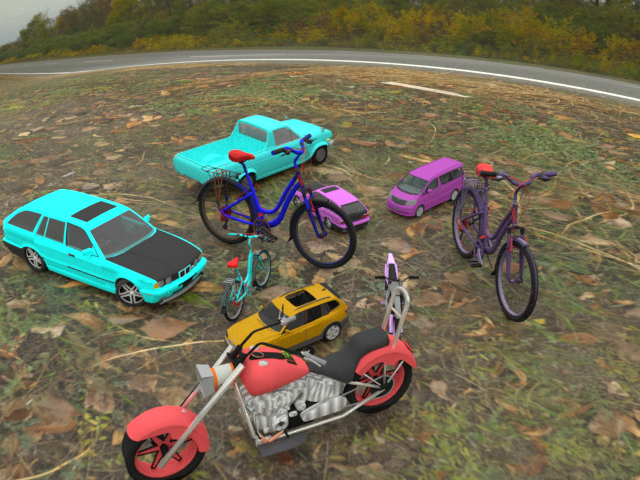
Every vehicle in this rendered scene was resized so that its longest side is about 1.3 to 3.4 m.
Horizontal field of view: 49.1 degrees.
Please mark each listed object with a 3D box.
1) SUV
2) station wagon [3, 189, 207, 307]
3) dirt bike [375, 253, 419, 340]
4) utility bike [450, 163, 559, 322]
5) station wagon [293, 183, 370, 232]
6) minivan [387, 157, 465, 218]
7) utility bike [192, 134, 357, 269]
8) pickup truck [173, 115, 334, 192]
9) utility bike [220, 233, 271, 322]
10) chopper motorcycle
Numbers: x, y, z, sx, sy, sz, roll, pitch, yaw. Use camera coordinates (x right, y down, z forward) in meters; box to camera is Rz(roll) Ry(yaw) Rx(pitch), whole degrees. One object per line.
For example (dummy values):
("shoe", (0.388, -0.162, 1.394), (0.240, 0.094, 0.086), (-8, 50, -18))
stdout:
("SUV", (-0.391, 0.991, 8.480), (1.572, 0.580, 0.656), (-18, 33, -30))
("station wagon", (-3.090, 0.006, 9.936), (3.105, 0.920, 1.327), (16, 32, 26))
("dirt bike", (0.918, 0.725, 8.679), (0.527, 0.857, 1.493), (0, 29, 1))
("utility bike", (2.417, -0.245, 9.437), (1.039, 1.839, 2.791), (-5, 29, -9))
("station wagon", (0.145, -0.640, 11.594), (0.682, 0.473, 1.597), (-17, 33, -29))
("minivan", (1.817, -0.908, 11.938), (1.548, 0.616, 0.681), (-24, 37, -37))
("utility bike", (-0.680, -0.657, 10.195), (2.791, 1.839, 1.039), (14, 31, 24))
("pickup truck", (-1.170, -1.717, 13.033), (1.244, 0.993, 3.117), (25, 37, 38))
("utility bike", (-1.009, 0.409, 9.168), (0.535, 0.946, 1.435), (10, 30, 18))
("chopper motorcycle", (-0.415, 1.391, 6.800), (3.040, 1.480, 0.906), (-12, 31, -21))
